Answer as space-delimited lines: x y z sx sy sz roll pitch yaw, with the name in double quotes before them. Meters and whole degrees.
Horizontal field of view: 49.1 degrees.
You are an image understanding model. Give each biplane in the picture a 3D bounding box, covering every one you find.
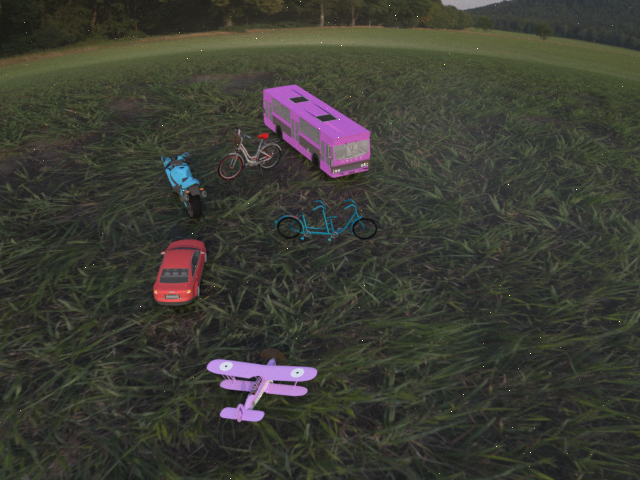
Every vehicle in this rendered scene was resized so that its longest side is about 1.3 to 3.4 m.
"biplane" -0.724 1.674 7.894 1.336 0.504 1.090 9 31 16

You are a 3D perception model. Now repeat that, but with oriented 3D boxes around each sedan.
"sedan" -2.015 0.380 10.151 0.635 0.483 1.613 -1 30 -1

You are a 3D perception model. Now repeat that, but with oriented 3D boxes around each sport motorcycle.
"sport motorcycle" -2.355 -0.965 12.137 0.506 0.821 1.520 -14 33 -23

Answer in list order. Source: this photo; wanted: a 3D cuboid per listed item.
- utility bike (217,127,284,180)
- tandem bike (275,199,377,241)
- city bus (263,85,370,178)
"utility bike" -1.277 -1.647 13.190 1.435 0.946 0.535 -19 35 -30
"tandem bike" 0.095 -0.308 11.141 1.642 0.682 0.283 1 30 2
"city bus" -0.150 -2.250 14.283 0.926 0.894 3.255 -15 33 -23
